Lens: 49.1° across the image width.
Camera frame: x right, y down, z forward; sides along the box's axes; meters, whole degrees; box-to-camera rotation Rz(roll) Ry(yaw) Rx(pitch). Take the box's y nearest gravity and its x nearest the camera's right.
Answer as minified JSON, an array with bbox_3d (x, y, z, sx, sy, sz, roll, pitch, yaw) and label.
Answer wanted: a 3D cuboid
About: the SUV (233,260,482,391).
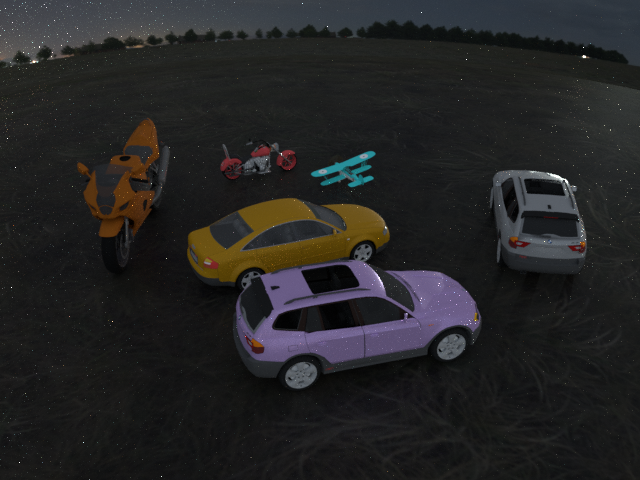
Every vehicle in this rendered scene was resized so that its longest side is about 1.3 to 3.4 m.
[{"bbox_3d":[0.467,0.871,8.565,3.058,1.128,1.276,-8,30,-14],"label":"SUV"}]

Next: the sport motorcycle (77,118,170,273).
[{"bbox_3d":[-2.985,-0.767,11.062,0.983,1.596,2.955,1,29,1],"label":"sport motorcycle"}]

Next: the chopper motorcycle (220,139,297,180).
[{"bbox_3d":[-1.165,-1.589,13.427,1.563,0.761,0.466,-14,32,-24],"label":"chopper motorcycle"}]

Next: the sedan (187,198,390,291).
[{"bbox_3d":[-0.419,-0.088,10.508,3.137,0.940,1.235,-13,31,-22],"label":"sedan"}]

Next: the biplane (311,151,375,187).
[{"bbox_3d":[0.519,-1.231,13.041,1.336,0.504,1.090,-14,32,-24],"label":"biplane"}]

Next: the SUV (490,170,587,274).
[{"bbox_3d":[3.417,-0.501,11.063,1.276,1.128,3.058,4,29,8],"label":"SUV"}]
